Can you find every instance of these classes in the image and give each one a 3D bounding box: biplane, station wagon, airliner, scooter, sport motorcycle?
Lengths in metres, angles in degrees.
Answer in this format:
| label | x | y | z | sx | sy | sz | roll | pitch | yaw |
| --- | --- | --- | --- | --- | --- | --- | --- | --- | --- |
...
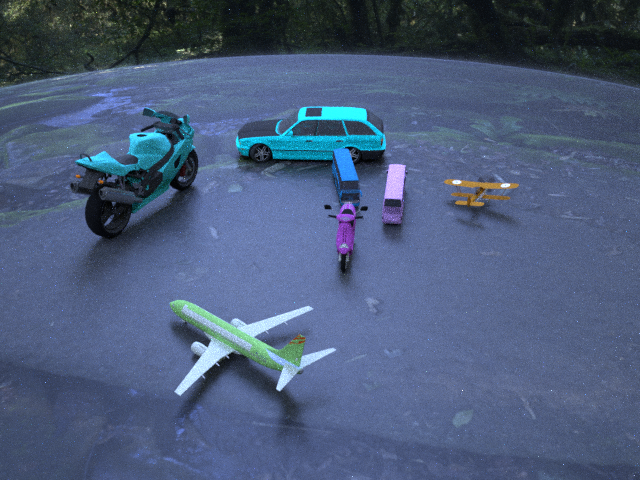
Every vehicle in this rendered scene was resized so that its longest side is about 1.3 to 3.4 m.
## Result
| label | x | y | z | sx | sy | sz | roll | pitch | yaw |
| --- | --- | --- | --- | --- | --- | --- | --- | --- | --- |
| biplane | 2.772 | -0.808 | 12.390 | 1.336 | 0.504 | 1.090 | 16 | 33 | 26 |
| station wagon | -0.194 | -2.225 | 14.508 | 3.105 | 0.920 | 1.327 | 1 | 29 | 2 |
| airliner | -1.080 | 1.062 | 8.692 | 2.541 | 0.835 | 2.257 | 23 | 36 | 35 |
| scooter | 0.405 | -0.196 | 10.865 | 0.662 | 0.919 | 1.399 | 2 | 29 | 4 |
| sport motorcycle | -3.016 | -1.214 | 11.996 | 0.983 | 1.596 | 2.955 | 13 | 32 | 22 |

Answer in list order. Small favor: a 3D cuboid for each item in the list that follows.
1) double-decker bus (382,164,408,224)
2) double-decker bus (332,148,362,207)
| label | x | y | z | sx | sy | sz | roll | pitch | yaw |
| --- | --- | --- | --- | --- | --- | --- | --- | --- | --- |
| double-decker bus | 1.329 | -0.850 | 12.427 | 0.389 | 0.541 | 1.672 | 4 | 29 | 7 |
| double-decker bus | 0.474 | -1.148 | 12.962 | 0.389 | 0.541 | 1.672 | -2 | 29 | -4 |
